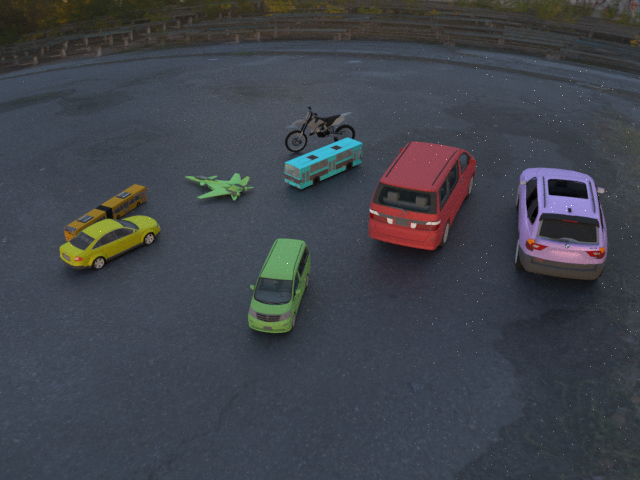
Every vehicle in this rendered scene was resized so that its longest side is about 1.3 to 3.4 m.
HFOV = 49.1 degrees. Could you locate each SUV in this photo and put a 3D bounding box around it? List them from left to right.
[{"bbox_3d":[3.716,-0.476,10.829,1.276,1.128,3.058,7,32,12],"label":"SUV"}]

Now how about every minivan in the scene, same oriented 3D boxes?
[{"bbox_3d":[-0.536,0.601,9.521,0.681,0.616,1.548,5,31,9],"label":"minivan"},{"bbox_3d":[1.776,-0.949,11.556,1.324,1.197,3.011,12,33,19],"label":"minivan"}]

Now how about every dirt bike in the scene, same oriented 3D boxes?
[{"bbox_3d":[0.012,-2.210,14.006,1.493,0.857,0.527,-10,32,-16],"label":"dirt bike"}]

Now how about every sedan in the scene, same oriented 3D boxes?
[{"bbox_3d":[-3.196,-0.048,10.740,0.635,0.483,1.613,24,38,34],"label":"sedan"}]

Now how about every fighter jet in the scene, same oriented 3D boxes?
[{"bbox_3d":[-1.919,-1.075,12.658,1.358,0.286,1.147,17,35,26],"label":"fighter jet"}]

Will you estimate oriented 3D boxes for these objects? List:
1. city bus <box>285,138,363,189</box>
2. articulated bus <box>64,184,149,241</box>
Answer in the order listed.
[{"bbox_3d":[0.090,-1.426,13.078,0.476,0.460,1.674,27,40,37],"label":"city bus"},{"bbox_3d":[-3.509,-0.454,11.612,0.311,0.289,1.749,14,34,23],"label":"articulated bus"}]
